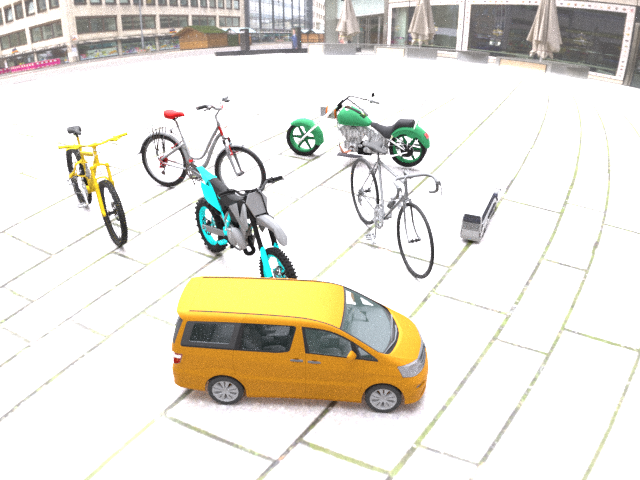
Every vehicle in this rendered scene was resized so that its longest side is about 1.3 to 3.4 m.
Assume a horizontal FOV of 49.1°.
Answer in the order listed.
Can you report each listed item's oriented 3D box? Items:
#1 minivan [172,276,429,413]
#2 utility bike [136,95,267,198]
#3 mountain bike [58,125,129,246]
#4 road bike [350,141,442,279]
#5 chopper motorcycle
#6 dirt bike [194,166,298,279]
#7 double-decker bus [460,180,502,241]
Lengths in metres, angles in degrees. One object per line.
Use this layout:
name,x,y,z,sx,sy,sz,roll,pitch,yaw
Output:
minivan,-0.212,1.170,8.321,3.011,1.197,1.324,2,29,4
utility bike,-2.205,-1.765,12.928,2.791,1.839,1.039,12,31,20
mountain bike,-3.854,-1.057,11.812,1.114,1.688,2.857,-18,34,-29
road bike,1.083,-0.626,11.073,0.696,1.656,3.004,-10,31,-18
chopper motorcycle,0.750,-2.296,14.250,3.040,1.480,0.906,10,31,17
dirt bike,-1.137,-0.180,10.261,1.024,1.666,2.903,-19,34,-30
double-decker bus,2.782,-0.547,12.075,0.389,0.541,1.672,12,31,20
